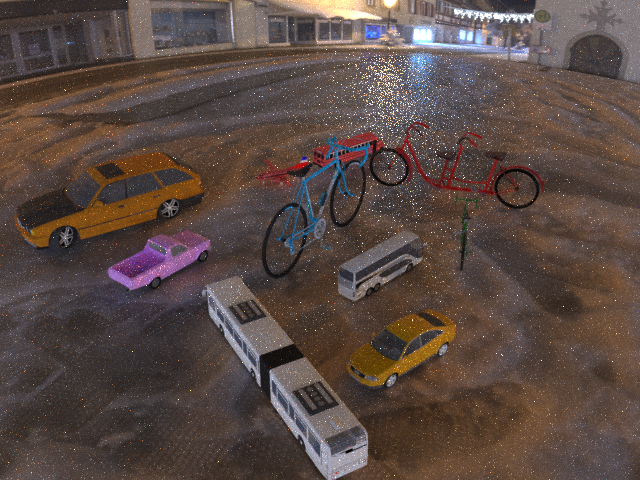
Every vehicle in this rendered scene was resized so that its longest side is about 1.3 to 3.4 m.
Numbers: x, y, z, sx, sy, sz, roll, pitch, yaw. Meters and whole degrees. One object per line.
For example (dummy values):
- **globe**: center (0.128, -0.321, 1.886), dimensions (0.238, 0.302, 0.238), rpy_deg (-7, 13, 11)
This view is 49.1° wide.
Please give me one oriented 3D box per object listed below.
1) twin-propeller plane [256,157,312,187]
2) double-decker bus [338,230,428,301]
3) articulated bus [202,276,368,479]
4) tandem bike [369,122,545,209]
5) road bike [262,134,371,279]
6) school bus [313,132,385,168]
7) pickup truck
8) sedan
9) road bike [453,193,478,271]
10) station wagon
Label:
- **twin-propeller plane**: center (-0.719, -1.339, 13.431), dimensions (1.095, 0.407, 1.370), rpy_deg (-12, 32, -20)
- **double-decker bus**: center (0.940, 0.348, 10.394), dimensions (0.389, 0.541, 1.672), rpy_deg (27, 39, 38)
- **articulated bus**: center (-0.527, 1.485, 8.416), dimensions (0.605, 0.561, 3.401), rpy_deg (-16, 34, -25)
- **tandem bike**: center (2.406, -1.353, 12.542), dimensions (3.192, 1.326, 0.550), rpy_deg (12, 32, 19)
- **road bike**: center (-0.015, -0.593, 10.904), dimensions (0.696, 1.656, 3.004), rpy_deg (18, 34, 27)
- **school bus**: center (0.628, -1.841, 14.268), dimensions (1.708, 0.434, 0.365), rpy_deg (-22, 37, -33)
- **pickup truck**: center (-2.399, 0.251, 10.592), dimensions (0.640, 0.511, 1.603), rpy_deg (22, 37, 33)
- **sedan**: center (1.035, 1.310, 8.795), dimensions (1.613, 0.483, 0.635), rpy_deg (-23, 37, -34)
- **road bike**: center (2.262, -0.163, 10.964), dimensions (0.358, 0.852, 1.545), rpy_deg (6, 31, 9)
- **station wagon**: center (-3.579, -0.759, 11.922), dimensions (3.105, 0.920, 1.327), rpy_deg (-19, 35, -30)
